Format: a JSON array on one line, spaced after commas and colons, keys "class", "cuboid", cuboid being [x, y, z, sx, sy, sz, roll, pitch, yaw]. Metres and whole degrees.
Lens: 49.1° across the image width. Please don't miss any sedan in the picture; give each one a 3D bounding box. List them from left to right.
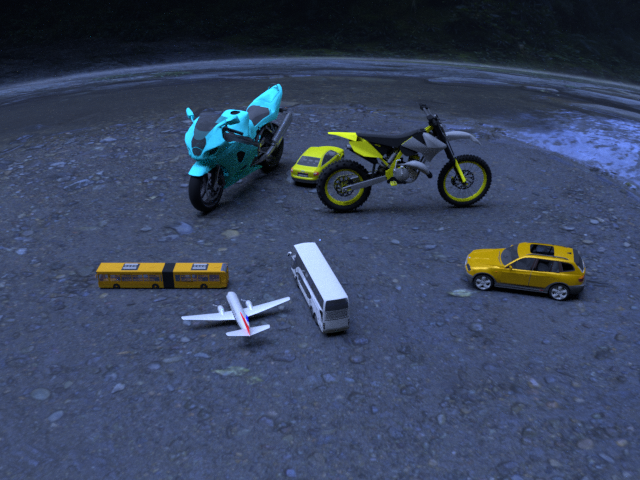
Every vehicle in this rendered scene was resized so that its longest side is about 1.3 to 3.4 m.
[{"class": "sedan", "cuboid": [-0.018, -1.478, 12.985, 0.635, 0.483, 1.613, 10, 29, 19]}]

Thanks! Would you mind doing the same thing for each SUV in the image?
[{"class": "SUV", "cuboid": [2.739, 0.348, 9.364, 1.572, 0.580, 0.656, 7, 28, 13]}]

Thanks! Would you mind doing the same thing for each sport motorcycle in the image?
[{"class": "sport motorcycle", "cuboid": [-1.398, -1.651, 12.110, 0.983, 1.596, 2.955, 12, 30, 22]}]

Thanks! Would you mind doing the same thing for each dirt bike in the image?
[{"class": "dirt bike", "cuboid": [1.386, -1.259, 11.281, 2.903, 1.666, 1.024, -3, 28, -5]}]

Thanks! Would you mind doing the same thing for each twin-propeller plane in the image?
[{"class": "twin-propeller plane", "cuboid": [-0.995, 0.856, 8.574, 1.370, 0.407, 1.095, -9, 29, -17]}]

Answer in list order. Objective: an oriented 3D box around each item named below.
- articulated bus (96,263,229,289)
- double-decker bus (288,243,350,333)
[{"class": "articulated bus", "cuboid": [-2.119, 0.476, 9.433, 1.749, 0.289, 0.311, 0, 27, 0]}, {"class": "double-decker bus", "cuboid": [-0.029, 0.561, 8.997, 0.389, 0.541, 1.672, -8, 28, -14]}]
